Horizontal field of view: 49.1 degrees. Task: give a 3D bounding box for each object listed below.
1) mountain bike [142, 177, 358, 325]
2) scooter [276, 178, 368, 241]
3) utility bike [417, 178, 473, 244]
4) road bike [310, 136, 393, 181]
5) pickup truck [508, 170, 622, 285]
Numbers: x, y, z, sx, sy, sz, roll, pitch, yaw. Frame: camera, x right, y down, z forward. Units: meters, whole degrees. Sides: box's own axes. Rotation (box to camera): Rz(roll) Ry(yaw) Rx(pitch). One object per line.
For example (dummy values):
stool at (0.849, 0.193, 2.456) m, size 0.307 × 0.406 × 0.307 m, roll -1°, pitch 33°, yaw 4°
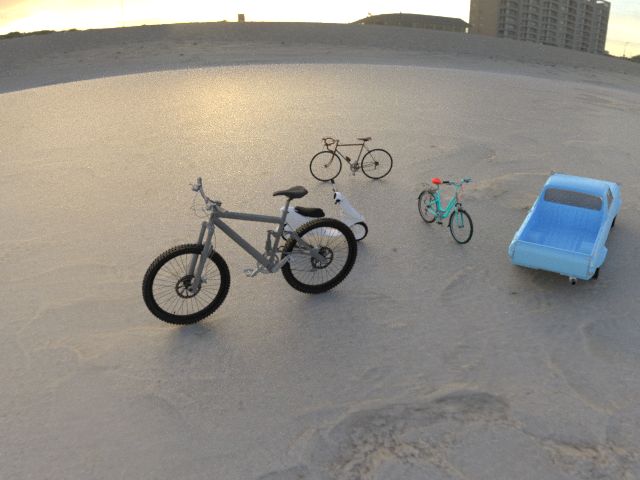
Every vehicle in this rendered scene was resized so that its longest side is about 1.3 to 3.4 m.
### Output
mountain bike at (-0.813, 0.111, 8.720) m, size 2.857 × 1.688 × 1.114 m, roll -12°, pitch 29°, yaw -22°
scooter at (0.038, -0.387, 10.548) m, size 1.399 × 0.919 × 0.662 m, roll -1°, pitch 27°, yaw -2°
utility bike at (1.978, -0.575, 10.887) m, size 0.535 × 0.946 × 1.435 m, roll -13°, pitch 30°, yaw -24°
road bike at (0.576, -1.486, 12.782) m, size 1.545 × 0.852 × 0.358 m, roll -3°, pitch 27°, yaw -6°
pickup truck at (3.713, -0.344, 10.382) m, size 1.244 × 0.993 × 3.117 m, roll 13°, pitch 30°, yaw 24°
